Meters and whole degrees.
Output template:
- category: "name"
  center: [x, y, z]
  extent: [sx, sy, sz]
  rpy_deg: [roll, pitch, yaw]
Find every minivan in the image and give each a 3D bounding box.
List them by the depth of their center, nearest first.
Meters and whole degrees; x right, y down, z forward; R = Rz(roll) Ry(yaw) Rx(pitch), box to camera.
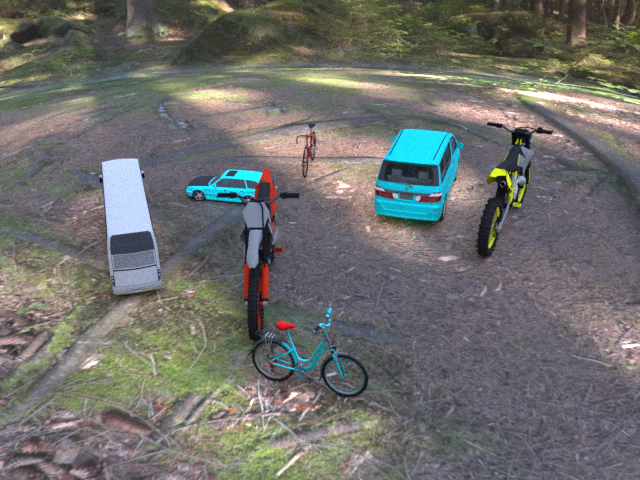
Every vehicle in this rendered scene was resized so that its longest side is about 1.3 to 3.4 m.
- category: "minivan"
  center: [1.805, -1.332, 12.472]
  extent: [1.324, 1.197, 3.011]
  rpy_deg: [8, 28, 15]

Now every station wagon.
- category: "station wagon"
  center: [-1.606, -0.987, 12.592]
  extent: [1.597, 0.473, 0.682]
  rpy_deg: [5, 28, 11]

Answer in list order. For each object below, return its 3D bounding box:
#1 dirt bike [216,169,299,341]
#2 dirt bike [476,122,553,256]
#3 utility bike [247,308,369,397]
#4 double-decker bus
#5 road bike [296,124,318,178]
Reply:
- category: "dirt bike"
  center: [-0.766, 0.005, 9.334]
  extent: [1.024, 1.666, 2.903]
  rpy_deg: [0, 27, 0]
- category: "dirt bike"
  center: [3.012, -0.941, 11.188]
  extent: [1.024, 1.666, 2.903]
  rpy_deg: [13, 30, 24]
- category: "utility bike"
  center: [-0.133, 1.215, 7.755]
  extent: [1.435, 0.946, 0.535]
  rpy_deg: [9, 28, 17]
- category: "double-decker bus"
  center: [-2.929, -0.334, 10.675]
  extent: [0.756, 1.052, 3.251]
  rpy_deg: [-8, 28, -15]
- category: "road bike"
  center: [-0.210, -1.824, 13.816]
  extent: [0.358, 0.852, 1.545]
  rpy_deg: [4, 27, 7]
